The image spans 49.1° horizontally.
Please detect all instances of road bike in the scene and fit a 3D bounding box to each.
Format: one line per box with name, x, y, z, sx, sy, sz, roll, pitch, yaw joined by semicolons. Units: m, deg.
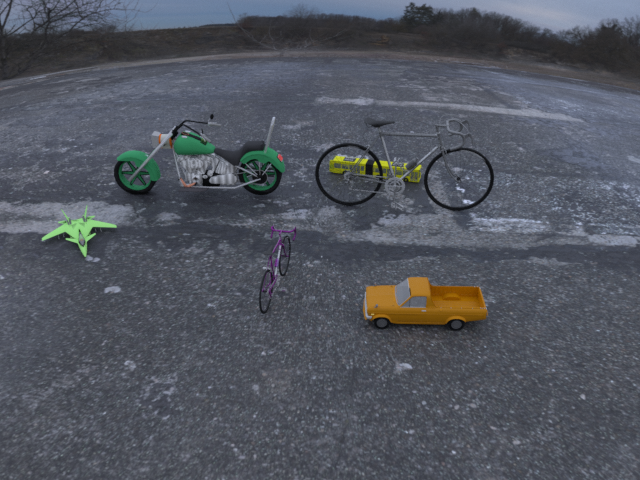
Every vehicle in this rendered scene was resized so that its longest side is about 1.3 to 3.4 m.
road bike;-0.612;0.348;9.656;0.358;0.852;1.545;6;30;11
road bike;1.412;-1.276;11.717;3.004;1.656;0.697;3;30;5

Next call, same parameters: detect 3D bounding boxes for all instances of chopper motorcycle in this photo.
chopper motorcycle;-2.132;-1.473;12.245;3.040;1.480;0.906;2;29;4

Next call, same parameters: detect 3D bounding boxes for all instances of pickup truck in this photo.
pickup truck;1.371;0.803;9.196;1.603;0.511;0.640;1;29;2

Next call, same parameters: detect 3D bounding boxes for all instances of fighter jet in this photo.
fighter jet;-3.802;-0.131;11.079;1.147;0.286;1.358;-11;31;-19

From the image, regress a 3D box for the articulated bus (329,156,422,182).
articulated bus;1.050;-1.344;13.227;1.749;0.289;0.311;8;30;14
